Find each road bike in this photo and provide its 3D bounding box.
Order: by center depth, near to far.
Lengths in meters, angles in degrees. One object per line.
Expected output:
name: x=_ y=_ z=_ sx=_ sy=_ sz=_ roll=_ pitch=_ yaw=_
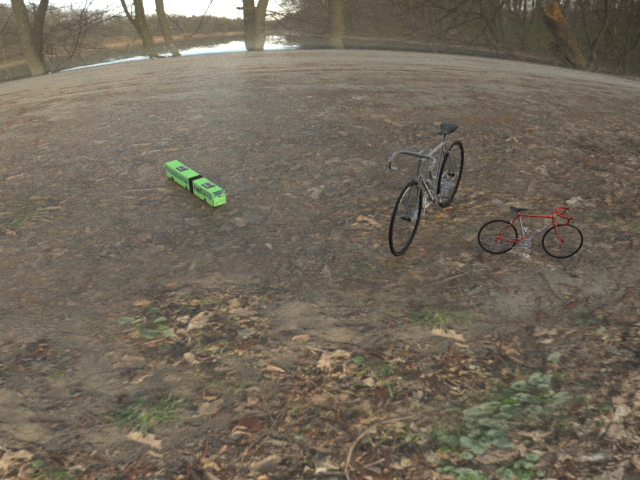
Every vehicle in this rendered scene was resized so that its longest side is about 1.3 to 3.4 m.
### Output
road bike: x=3.157 y=-0.122 z=10.467 sx=1.545 sy=0.852 sz=0.358 roll=4 pitch=30 yaw=7
road bike: x=1.756 y=-0.927 z=11.064 sx=0.696 sy=1.656 sz=3.004 roll=16 pitch=33 yaw=26

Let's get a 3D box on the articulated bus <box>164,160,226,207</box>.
articulated bus: x=-2.269 y=-1.037 z=12.633 sx=0.311 sy=0.289 sz=1.749 roll=-22 pitch=36 yaw=-33
